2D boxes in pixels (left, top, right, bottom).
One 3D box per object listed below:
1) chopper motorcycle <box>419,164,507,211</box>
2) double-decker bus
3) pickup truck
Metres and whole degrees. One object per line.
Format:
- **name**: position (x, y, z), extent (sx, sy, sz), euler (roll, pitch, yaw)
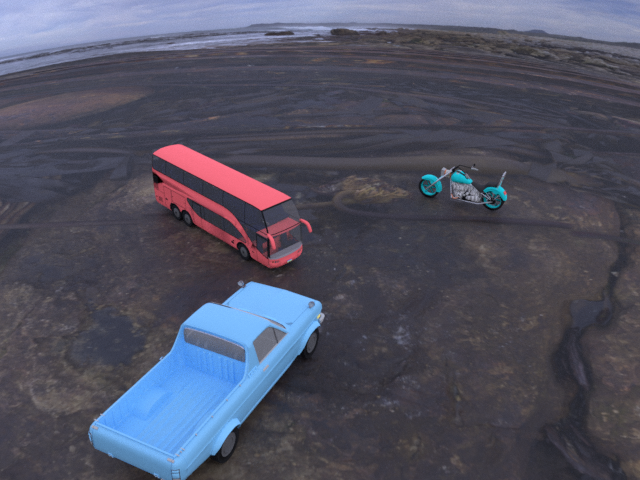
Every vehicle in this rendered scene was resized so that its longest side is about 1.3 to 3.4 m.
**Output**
- **chopper motorcycle**: position (2.471, -0.973, 12.116), extent (1.563, 0.761, 0.466), euler (16, 34, 25)
- **double-decker bus**: position (-1.518, -0.570, 11.132), extent (0.756, 1.052, 3.251), euler (-26, 39, -37)
- **pickup truck**: position (-1.111, 1.374, 7.835), extent (1.244, 0.993, 3.117), euler (14, 33, 23)
